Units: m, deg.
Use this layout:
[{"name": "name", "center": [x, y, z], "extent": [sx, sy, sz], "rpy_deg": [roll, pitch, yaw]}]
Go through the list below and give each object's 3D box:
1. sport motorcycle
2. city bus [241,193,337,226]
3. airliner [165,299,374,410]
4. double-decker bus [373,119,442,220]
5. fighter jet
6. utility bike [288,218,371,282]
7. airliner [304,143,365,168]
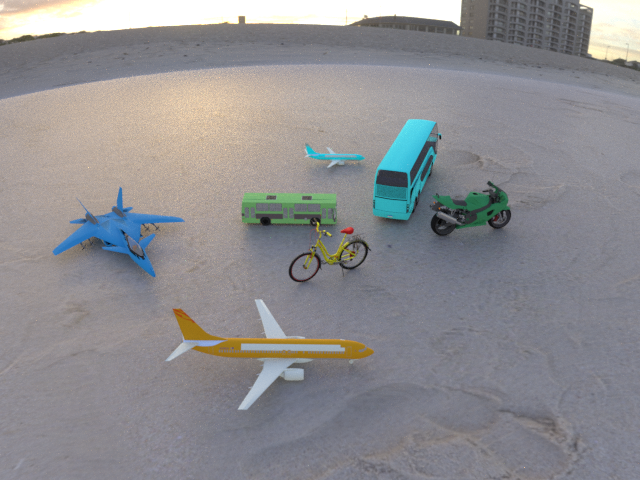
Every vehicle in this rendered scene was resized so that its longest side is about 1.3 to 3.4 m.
[{"name": "sport motorcycle", "center": [2.601, -0.510, 12.000], "extent": [1.520, 0.821, 0.506], "rpy_deg": [-7, 29, -12]}, {"name": "city bus", "center": [-0.537, -0.542, 12.442], "extent": [1.674, 0.460, 0.476], "rpy_deg": [1, 28, 1]}, {"name": "airliner", "center": [-0.583, 1.211, 8.776], "extent": [2.541, 0.835, 2.257], "rpy_deg": [0, 28, 0]}, {"name": "double-decker bus", "center": [1.717, -1.455, 13.519], "extent": [0.756, 1.052, 3.251], "rpy_deg": [8, 29, 15]}, {"name": "fighter jet", "center": [-3.224, -0.111, 11.535], "extent": [2.229, 0.557, 2.640], "rpy_deg": [-17, 33, -29]}, {"name": "utility bike", "center": [0.193, 0.158, 10.622], "extent": [1.435, 0.946, 0.535], "rpy_deg": [-14, 31, -24]}, {"name": "airliner", "center": [0.316, -1.858, 14.928], "extent": [1.307, 0.429, 1.161], "rpy_deg": [0, 28, 0]}]
